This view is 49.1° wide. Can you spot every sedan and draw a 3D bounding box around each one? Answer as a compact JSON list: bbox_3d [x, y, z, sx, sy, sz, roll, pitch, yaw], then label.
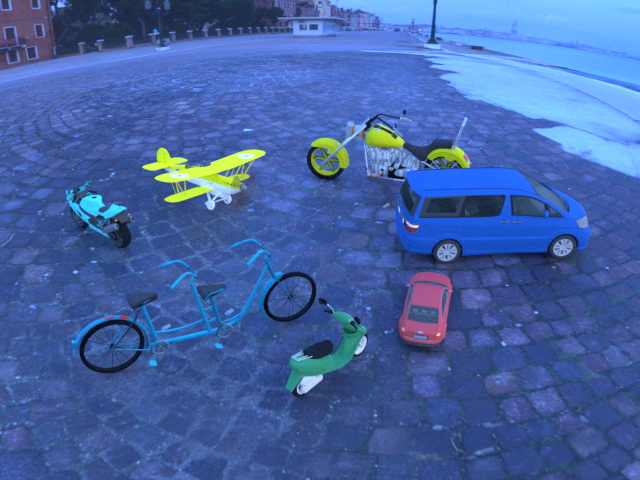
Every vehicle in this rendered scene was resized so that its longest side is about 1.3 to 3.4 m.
[{"bbox_3d":[1.453,0.848,9.499,0.635,0.483,1.613,7,31,12],"label":"sedan"}]

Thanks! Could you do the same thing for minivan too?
[{"bbox_3d":[2.740,-0.458,11.032,3.011,1.197,1.324,-2,30,-4],"label":"minivan"}]

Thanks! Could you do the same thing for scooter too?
[{"bbox_3d":[0.119,1.257,8.365,0.662,0.919,1.399,26,39,37],"label":"scooter"}]

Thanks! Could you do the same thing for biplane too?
[{"bbox_3d":[-2.100,-1.155,12.442,2.120,0.981,2.598,18,35,28],"label":"biplane"}]

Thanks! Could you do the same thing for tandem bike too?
[{"bbox_3d":[-1.486,0.796,8.752,3.192,1.326,0.550,-14,33,-22],"label":"tandem bike"}]

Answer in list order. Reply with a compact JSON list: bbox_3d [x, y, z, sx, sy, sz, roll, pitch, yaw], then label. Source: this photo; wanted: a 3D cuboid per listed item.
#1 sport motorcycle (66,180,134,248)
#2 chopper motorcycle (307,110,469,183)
[{"bbox_3d":[-3.585,-0.408,11.320,1.520,0.821,0.506,22,37,32],"label":"sport motorcycle"},{"bbox_3d":[1.232,-1.683,12.853,3.040,1.480,0.906,9,31,15],"label":"chopper motorcycle"}]
